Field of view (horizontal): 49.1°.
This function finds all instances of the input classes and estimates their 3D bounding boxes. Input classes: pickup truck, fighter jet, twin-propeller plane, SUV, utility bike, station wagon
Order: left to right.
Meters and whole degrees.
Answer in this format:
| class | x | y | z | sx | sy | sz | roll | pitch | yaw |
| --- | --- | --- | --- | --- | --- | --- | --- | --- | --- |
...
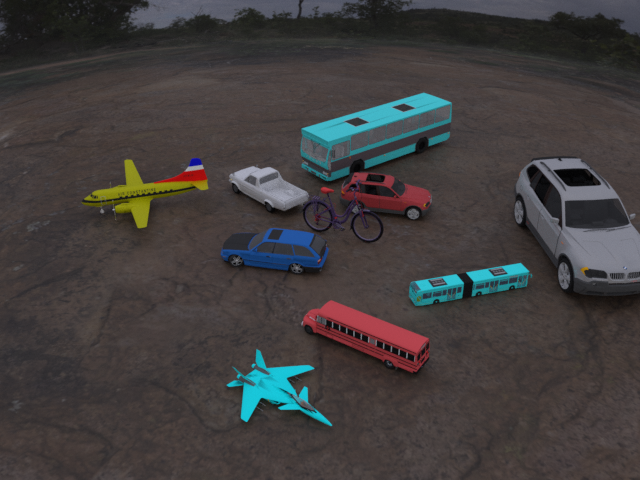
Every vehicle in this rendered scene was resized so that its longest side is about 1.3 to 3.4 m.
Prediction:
| class | x | y | z | sx | sy | sz | roll | pitch | yaw |
| --- | --- | --- | --- | --- | --- | --- | --- | --- | --- |
| twin-propeller plane | -2.972 | -0.916 | 11.901 | 2.129 | 0.792 | 2.663 | -9 | 32 | -15 |
| pickup truck | -0.915 | -0.942 | 12.218 | 0.640 | 0.511 | 1.603 | -25 | 39 | -35 |
| station wagon | -0.692 | 0.111 | 10.492 | 1.597 | 0.473 | 0.682 | 6 | 31 | 11 |
| fighter jet | -0.389 | 1.727 | 7.968 | 1.358 | 0.286 | 1.147 | 23 | 38 | 34 |
| utility bike | 0.353 | -0.499 | 11.053 | 1.435 | 0.946 | 0.535 | 13 | 33 | 21 |
| SUV | 1.119 | -0.785 | 11.887 | 1.572 | 0.580 | 0.656 | 7 | 31 | 11 |
| SUV | 3.924 | -0.308 | 10.555 | 1.276 | 1.128 | 3.058 | -3 | 31 | -5 |

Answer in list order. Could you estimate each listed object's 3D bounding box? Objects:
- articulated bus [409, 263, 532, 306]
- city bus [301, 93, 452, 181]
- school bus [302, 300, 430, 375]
| class | x | y | z | sx | sy | sz | roll | pitch | yaw |
| --- | --- | --- | --- | --- | --- | --- | --- | --- | --- |
| articulated bus | 2.108 | 0.622 | 9.816 | 1.749 | 0.289 | 0.311 | -9 | 32 | -14 |
| city bus | 1.151 | -2.018 | 13.646 | 3.255 | 0.894 | 0.926 | -22 | 37 | -32 |
| school bus | 0.531 | 1.170 | 8.757 | 1.708 | 0.434 | 0.365 | 19 | 36 | 29 |
